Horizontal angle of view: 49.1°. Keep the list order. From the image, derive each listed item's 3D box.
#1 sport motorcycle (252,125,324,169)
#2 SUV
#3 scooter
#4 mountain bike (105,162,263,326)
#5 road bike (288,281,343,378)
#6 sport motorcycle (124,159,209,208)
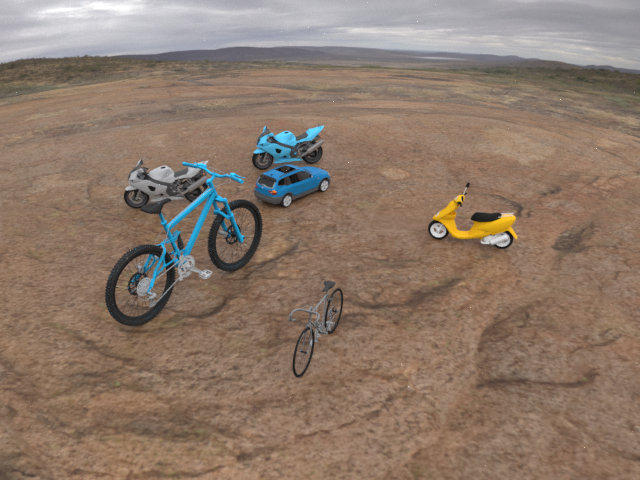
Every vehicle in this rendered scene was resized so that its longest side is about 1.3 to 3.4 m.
[{"bbox_3d":[-0.636,-1.871,14.073,1.520,0.821,0.506,-9,29,-17],"label":"sport motorcycle"},{"bbox_3d":[-0.489,-1.085,12.804,0.656,0.580,1.572,23,35,38],"label":"SUV"},{"bbox_3d":[2.411,-0.350,10.999,1.399,0.919,0.662,9,28,17],"label":"scooter"},{"bbox_3d":[-1.756,-0.006,9.484,1.114,1.688,2.857,19,33,32],"label":"mountain bike"},{"bbox_3d":[-0.004,0.989,8.459,0.358,0.852,1.545,11,29,20],"label":"road bike"},{"bbox_3d":[-2.708,-0.996,12.366,1.520,0.821,0.506,-7,28,-13],"label":"sport motorcycle"}]
